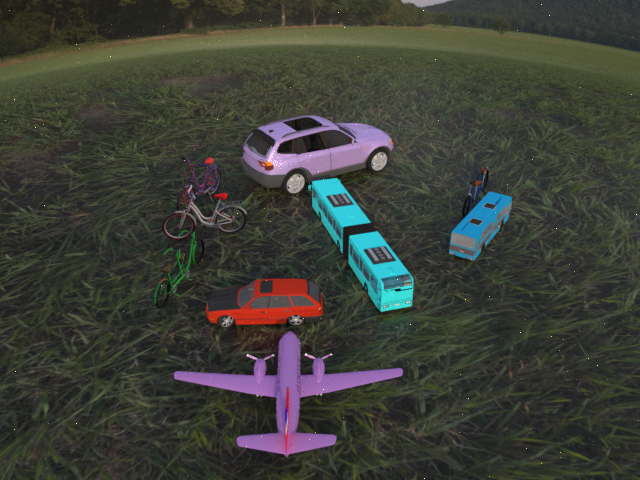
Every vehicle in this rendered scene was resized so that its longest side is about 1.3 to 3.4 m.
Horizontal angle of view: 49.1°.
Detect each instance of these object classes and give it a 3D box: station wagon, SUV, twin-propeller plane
[{"bbox_3d":[-0.761,0.828,9.582,1.597,0.473,0.682,-1,30,-2],"label":"station wagon"},{"bbox_3d":[-0.008,-1.791,13.402,3.058,1.128,1.276,-18,35,-27],"label":"SUV"},{"bbox_3d":[-0.359,1.597,7.956,2.663,0.792,2.129,-1,30,-1],"label":"twin-propeller plane"}]

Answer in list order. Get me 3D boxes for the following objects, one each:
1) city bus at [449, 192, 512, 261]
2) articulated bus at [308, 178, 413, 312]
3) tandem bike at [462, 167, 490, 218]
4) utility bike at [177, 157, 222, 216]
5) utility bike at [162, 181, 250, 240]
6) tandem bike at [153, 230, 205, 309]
[{"bbox_3d":[2.631,-0.229,11.398,0.476,0.460,1.674,18,35,27],"label":"city bus"},{"bbox_3d":[0.567,-0.043,10.981,0.605,0.561,3.401,-9,32,-15],"label":"articulated bus"},{"bbox_3d":[2.797,-0.972,12.446,0.283,0.682,1.642,14,33,22],"label":"tandem bike"},{"bbox_3d":[-2.069,-1.040,12.300,0.535,0.946,1.435,13,33,21],"label":"utility bike"},{"bbox_3d":[-1.833,-0.430,11.260,1.435,0.946,0.535,-8,31,-13],"label":"utility bike"},{"bbox_3d":[-2.042,0.354,10.184,0.283,0.682,1.642,8,31,14],"label":"tandem bike"}]
